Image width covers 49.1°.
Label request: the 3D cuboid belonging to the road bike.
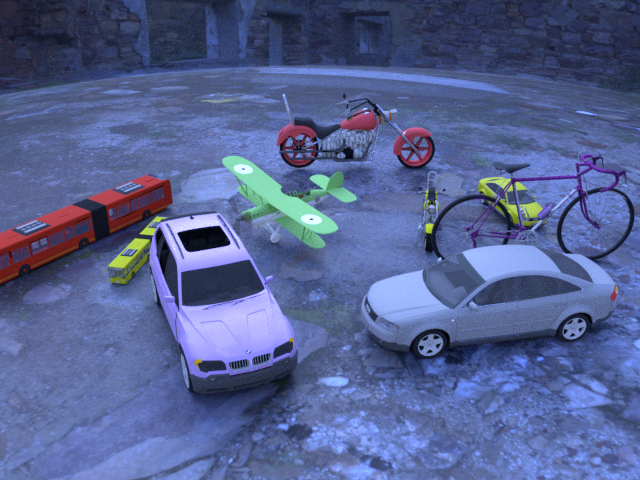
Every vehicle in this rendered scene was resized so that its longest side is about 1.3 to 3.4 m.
[{"bbox_3d":[3.029,-0.380,9.782,3.004,1.656,0.697,-4,27,-7],"label":"road bike"}]

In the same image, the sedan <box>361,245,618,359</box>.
[{"bbox_3d":[2.058,0.637,8.559,3.137,0.940,1.235,-5,27,-10],"label":"sedan"}]

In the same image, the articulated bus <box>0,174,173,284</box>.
[{"bbox_3d":[-3.671,-0.245,10.731,0.605,0.561,3.401,17,32,31],"label":"articulated bus"}]

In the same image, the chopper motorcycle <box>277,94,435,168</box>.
[{"bbox_3d":[0.691,-2.059,13.311,3.040,1.480,0.906,-2,27,-3],"label":"chopper motorcycle"}]

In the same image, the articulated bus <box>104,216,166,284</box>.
[{"bbox_3d":[-2.616,0.113,10.323,0.311,0.289,1.749,5,27,10],"label":"articulated bus"}]

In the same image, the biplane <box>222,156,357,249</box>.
[{"bbox_3d":[-0.414,-0.565,10.900,2.120,0.981,2.598,-21,33,-35],"label":"biplane"}]

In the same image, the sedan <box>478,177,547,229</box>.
[{"bbox_3d":[3.202,-0.686,11.694,0.635,0.483,1.613,-7,28,-13],"label":"sedan"}]

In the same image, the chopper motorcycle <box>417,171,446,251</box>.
[{"bbox_3d":[1.733,-0.466,10.947,0.466,0.761,1.563,4,27,7],"label":"chopper motorcycle"}]

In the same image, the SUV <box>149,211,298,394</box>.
[{"bbox_3d":[-1.272,0.608,8.408,1.276,1.128,3.058,-10,29,-20],"label":"SUV"}]
